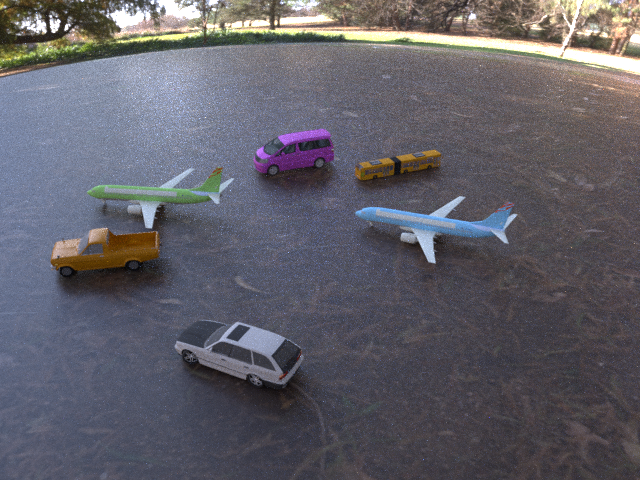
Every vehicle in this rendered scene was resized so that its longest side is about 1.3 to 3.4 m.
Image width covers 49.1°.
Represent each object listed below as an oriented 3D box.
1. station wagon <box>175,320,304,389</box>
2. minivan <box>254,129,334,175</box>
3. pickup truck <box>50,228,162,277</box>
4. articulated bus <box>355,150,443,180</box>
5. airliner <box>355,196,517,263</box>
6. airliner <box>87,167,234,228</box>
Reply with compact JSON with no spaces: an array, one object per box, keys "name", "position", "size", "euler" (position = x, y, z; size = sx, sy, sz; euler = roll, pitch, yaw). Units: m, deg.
[{"name":"station wagon","position":[-1.012,1.305,8.544],"size":[1.597,0.473,0.682],"euler":[14,33,22]},{"name":"minivan","position":[-0.513,-1.712,13.500],"size":[1.548,0.616,0.681],"euler":[-11,32,-18]},{"name":"pickup truck","position":[-3.205,0.129,10.493],"size":[1.603,0.511,0.640],"euler":[-5,31,-9]},{"name":"articulated bus","position":[1.511,-1.432,13.347],"size":[1.749,0.289,0.311],"euler":[-12,33,-19]},{"name":"airliner","position":[1.773,-0.417,11.097],"size":[2.541,0.835,2.257],"euler":[11,32,18]},{"name":"airliner","position":[-2.821,-0.936,11.974],"size":[2.541,0.835,2.257],"euler":[4,31,7]}]
